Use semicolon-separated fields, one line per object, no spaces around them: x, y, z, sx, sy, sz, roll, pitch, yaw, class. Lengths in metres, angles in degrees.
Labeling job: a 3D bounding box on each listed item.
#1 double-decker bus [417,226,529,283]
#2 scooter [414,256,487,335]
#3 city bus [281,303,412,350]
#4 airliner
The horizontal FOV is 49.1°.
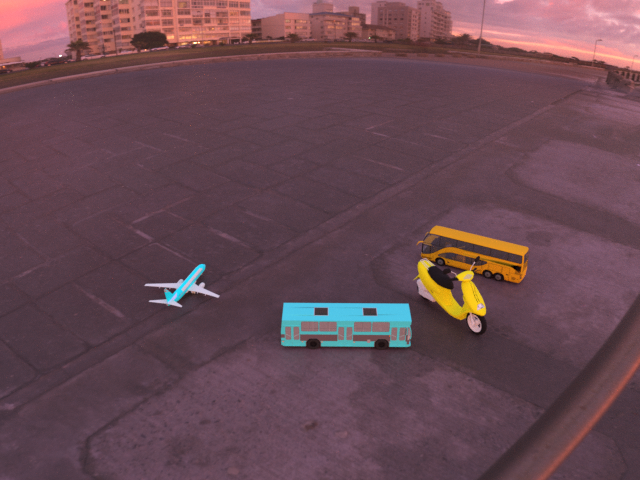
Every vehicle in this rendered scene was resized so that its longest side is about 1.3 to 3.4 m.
2.331;0.201;10.739;1.672;0.541;0.389;15;32;26;double-decker bus
1.784;0.634;9.553;0.662;0.919;1.399;-18;33;-30;scooter
0.337;1.125;9.133;1.674;0.460;0.476;0;29;1;city bus
-1.953;0.578;10.165;1.161;0.429;1.307;8;30;14;airliner
